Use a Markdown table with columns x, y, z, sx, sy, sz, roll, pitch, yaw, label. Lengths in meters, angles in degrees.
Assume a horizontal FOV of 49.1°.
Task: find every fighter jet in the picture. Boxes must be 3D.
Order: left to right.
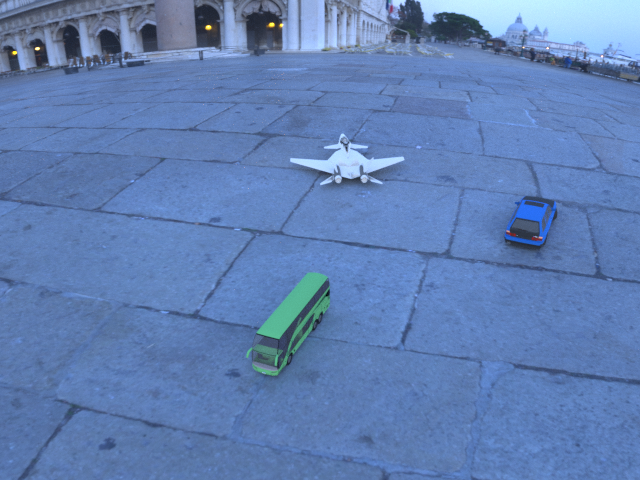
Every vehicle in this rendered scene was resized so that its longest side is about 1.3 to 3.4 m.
| x | y | z | sx | sy | sz | roll | pitch | yaw | label |
| --- | --- | --- | --- | --- | --- | --- | --- | --- | --- |
| 0.527 | -1.800 | 13.814 | 2.229 | 0.557 | 2.640 | -1 | 29 | -2 | fighter jet |

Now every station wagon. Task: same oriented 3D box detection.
| x | y | z | sx | sy | sz | roll | pitch | yaw | label |
| --- | --- | --- | --- | --- | --- | --- | --- | --- | --- |
| 3.434 | -0.387 | 11.304 | 0.682 | 0.473 | 1.597 | 12 | 31 | 22 | station wagon |

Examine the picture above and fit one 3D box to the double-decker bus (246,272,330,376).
| x | y | z | sx | sy | sz | roll | pitch | yaw | label |
| --- | --- | --- | --- | --- | --- | --- | --- | --- | --- |
| -0.339 | 1.022 | 8.643 | 0.389 | 0.541 | 1.672 | 12 | 31 | 20 | double-decker bus |
